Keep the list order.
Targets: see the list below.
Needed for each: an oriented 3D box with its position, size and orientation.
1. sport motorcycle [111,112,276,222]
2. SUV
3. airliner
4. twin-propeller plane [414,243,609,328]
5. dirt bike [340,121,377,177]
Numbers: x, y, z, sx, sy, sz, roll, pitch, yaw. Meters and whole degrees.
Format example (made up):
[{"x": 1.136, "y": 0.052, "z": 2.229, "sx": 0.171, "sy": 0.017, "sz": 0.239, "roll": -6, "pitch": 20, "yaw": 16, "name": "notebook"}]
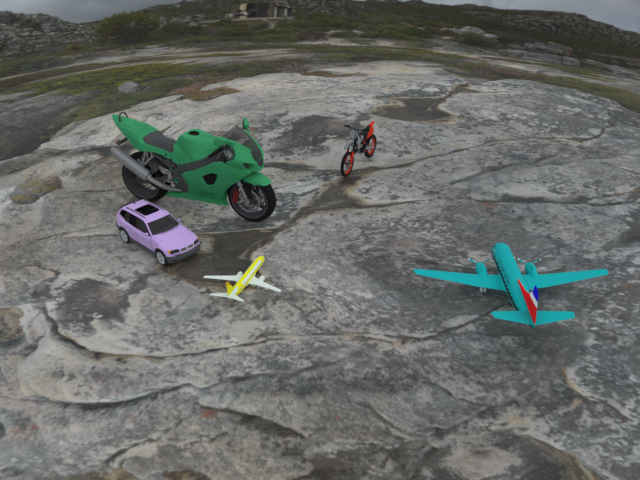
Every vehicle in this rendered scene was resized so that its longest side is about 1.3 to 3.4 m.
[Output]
[{"x": -2.084, "y": -1.214, "z": 11.543, "sx": 2.955, "sy": 1.596, "sz": 0.983, "roll": 11, "pitch": 32, "yaw": 19, "name": "sport motorcycle"}, {"x": -2.509, "y": -0.161, "z": 10.738, "sx": 1.572, "sy": 0.580, "sz": 0.656, "roll": 25, "pitch": 38, "yaw": 36, "name": "SUV"}, {"x": -1.044, "y": 0.457, "z": 9.819, "sx": 1.161, "sy": 0.429, "sz": 1.307, "roll": 9, "pitch": 31, "yaw": 16, "name": "airliner"}, {"x": 2.625, "y": 0.475, "z": 9.425, "sx": 2.663, "sy": 0.792, "sz": 2.129, "roll": 0, "pitch": 30, "yaw": 0, "name": "twin-propeller plane"}, {"x": 0.754, "y": -1.794, "z": 13.286, "sx": 0.527, "sy": 0.857, "sz": 1.493, "roll": 15, "pitch": 33, "yaw": 24, "name": "dirt bike"}]
